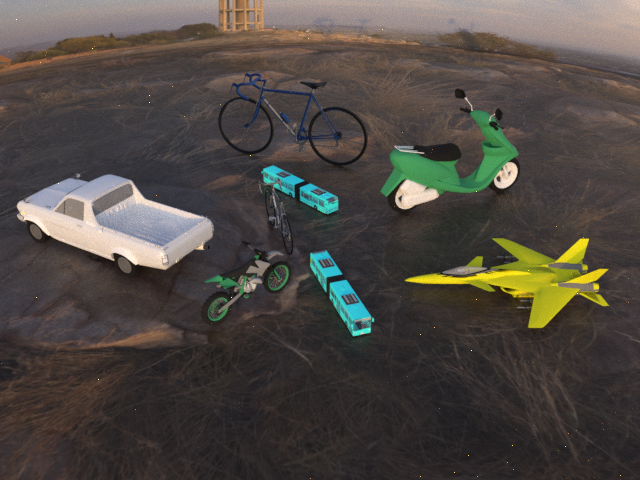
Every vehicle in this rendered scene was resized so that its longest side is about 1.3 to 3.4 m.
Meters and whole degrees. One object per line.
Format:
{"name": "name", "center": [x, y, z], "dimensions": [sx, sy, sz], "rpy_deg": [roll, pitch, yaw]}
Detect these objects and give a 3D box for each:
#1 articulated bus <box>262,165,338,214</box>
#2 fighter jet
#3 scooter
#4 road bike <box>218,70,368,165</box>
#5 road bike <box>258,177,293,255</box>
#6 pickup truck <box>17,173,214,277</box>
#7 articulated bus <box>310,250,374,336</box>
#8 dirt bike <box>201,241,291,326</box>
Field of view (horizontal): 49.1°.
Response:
{"name": "articulated bus", "center": [-0.365, -0.886, 12.143], "dimensions": [0.311, 0.289, 1.749], "rpy_deg": [-24, 38, -35]}
{"name": "fighter jet", "center": [2.499, 0.417, 9.642], "dimensions": [2.640, 0.557, 2.229], "rpy_deg": [0, 30, 0]}
{"name": "scooter", "center": [2.266, -1.430, 11.590], "dimensions": [2.721, 1.786, 1.288], "rpy_deg": [-12, 32, -20]}
{"name": "road bike", "center": [-0.552, -2.281, 13.179], "dimensions": [3.004, 1.656, 0.696], "rpy_deg": [9, 31, 15]}
{"name": "road bike", "center": [-0.643, -0.409, 10.766], "dimensions": [0.358, 0.852, 1.545], "rpy_deg": [-10, 32, -16]}
{"name": "pickup truck", "center": [-3.130, -0.349, 10.523], "dimensions": [3.117, 0.993, 1.244], "rpy_deg": [17, 34, 26]}
{"name": "articulated bus", "center": [0.253, 0.682, 9.454], "dimensions": [0.311, 0.289, 1.749], "rpy_deg": [-10, 32, -16]}
{"name": "dirt bike", "center": [-0.952, 0.523, 9.161], "dimensions": [1.493, 0.857, 0.527], "rpy_deg": [-26, 39, -37]}
